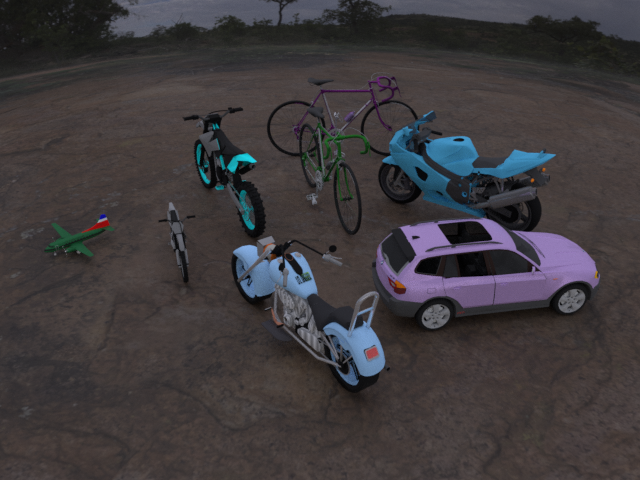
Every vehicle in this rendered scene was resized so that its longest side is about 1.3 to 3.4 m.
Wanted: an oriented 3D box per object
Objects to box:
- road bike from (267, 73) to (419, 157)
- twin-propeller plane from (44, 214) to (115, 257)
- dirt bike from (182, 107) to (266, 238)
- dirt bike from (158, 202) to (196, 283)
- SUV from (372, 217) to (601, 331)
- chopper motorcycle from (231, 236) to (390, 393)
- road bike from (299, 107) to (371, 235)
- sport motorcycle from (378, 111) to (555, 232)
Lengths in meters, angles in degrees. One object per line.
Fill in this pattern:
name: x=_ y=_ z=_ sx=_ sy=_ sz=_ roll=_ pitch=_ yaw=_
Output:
road bike: x=0.457 y=-2.410 z=13.675 sx=3.004 sy=1.656 sz=0.697 roll=0 pitch=30 yaw=0
twin-propeller plane: x=-3.766 y=-0.073 z=10.862 sx=1.095 sy=0.407 sz=1.370 roll=-24 pitch=38 yaw=-36
dirt bike: x=-1.595 y=-1.248 z=11.644 sx=1.024 sy=1.666 sz=2.903 roll=-15 pitch=33 yaw=-24
dirt bike: x=-2.092 y=-0.030 z=10.335 sx=0.527 sy=0.857 sz=1.493 roll=-9 pitch=31 yaw=-15
SUV: x=2.242 y=0.328 z=9.442 sx=3.058 sy=1.128 sz=1.276 roll=-5 pitch=30 yaw=-9
chopper motorcycle: x=-0.266 y=0.632 z=8.559 sx=0.906 sy=1.480 sz=3.040 roll=-19 pitch=35 yaw=-30
road bike: x=0.123 y=-1.301 z=11.746 sx=0.697 sy=1.656 sz=3.004 roll=-10 pitch=31 yaw=-17
sport motorcycle: x=2.257 y=-1.062 z=11.389 sx=2.955 sy=1.596 sz=0.983 roll=19 pitch=35 yaw=29
